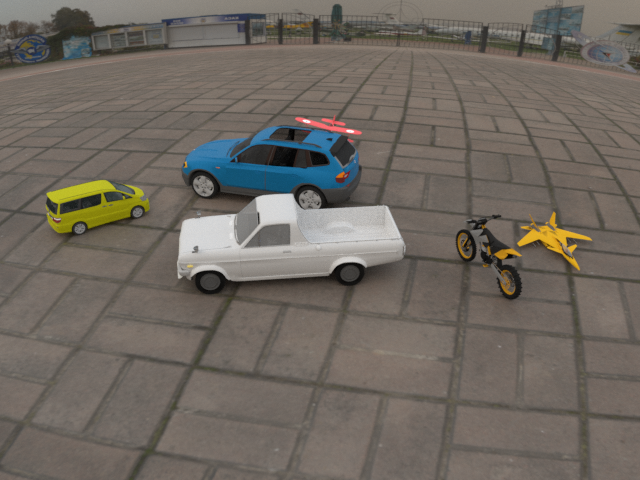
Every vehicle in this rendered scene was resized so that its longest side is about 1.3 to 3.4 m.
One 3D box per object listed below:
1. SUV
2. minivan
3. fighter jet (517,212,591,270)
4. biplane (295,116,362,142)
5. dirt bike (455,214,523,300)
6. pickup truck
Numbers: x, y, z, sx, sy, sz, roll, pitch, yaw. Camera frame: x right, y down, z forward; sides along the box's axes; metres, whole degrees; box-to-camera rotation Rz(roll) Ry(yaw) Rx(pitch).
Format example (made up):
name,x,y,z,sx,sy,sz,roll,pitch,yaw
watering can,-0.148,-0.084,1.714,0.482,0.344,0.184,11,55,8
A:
name,x,y,z,sx,sy,sz,roll,pitch,yaw
SUV,-0.826,-1.314,11.795,3.058,1.128,1.276,9,30,15
minivan,-3.483,-0.584,11.021,1.548,0.616,0.681,-19,35,-31
fighter jet,3.510,0.018,10.285,1.147,0.286,1.358,-4,30,-8
biplane,0.203,-2.202,14.013,1.336,0.504,1.090,6,30,11
dirt bike,2.270,0.148,9.472,0.527,0.857,1.493,-12,31,-20
pickup truck,-0.426,-0.047,9.679,3.117,0.993,1.244,-3,30,-6
